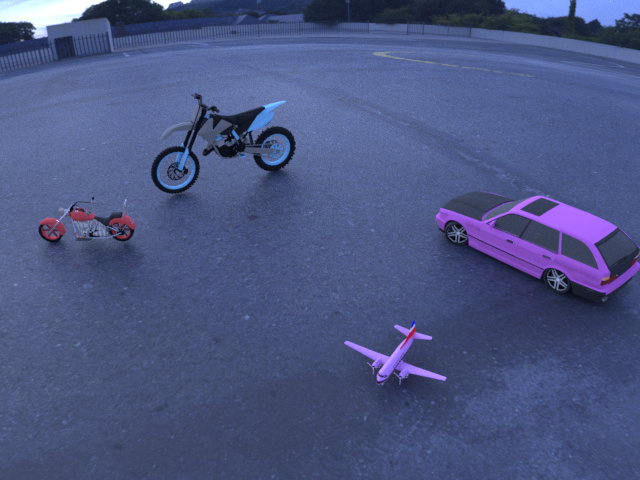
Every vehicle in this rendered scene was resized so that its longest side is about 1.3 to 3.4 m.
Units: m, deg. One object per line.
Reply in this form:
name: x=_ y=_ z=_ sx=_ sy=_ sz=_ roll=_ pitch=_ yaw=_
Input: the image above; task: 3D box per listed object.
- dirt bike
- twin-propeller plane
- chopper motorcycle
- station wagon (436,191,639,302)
dirt bike: x=-1.739 y=-1.823 z=12.883 sx=2.903 sy=1.666 sz=1.024 roll=-17 pitch=34 yaw=-26
twin-propeller plane: x=0.958 y=1.409 z=8.671 sx=1.370 sy=0.407 sz=1.095 roll=17 pitch=35 yaw=26
chopper motorcycle: x=-3.754 y=-0.312 z=11.223 sx=1.563 sy=0.761 sz=0.466 roll=1 pitch=31 yaw=1
station wagon: x=3.260 y=-0.142 z=10.782 sx=1.327 sy=0.920 sz=3.105 roll=-25 pitch=39 yaw=-36
